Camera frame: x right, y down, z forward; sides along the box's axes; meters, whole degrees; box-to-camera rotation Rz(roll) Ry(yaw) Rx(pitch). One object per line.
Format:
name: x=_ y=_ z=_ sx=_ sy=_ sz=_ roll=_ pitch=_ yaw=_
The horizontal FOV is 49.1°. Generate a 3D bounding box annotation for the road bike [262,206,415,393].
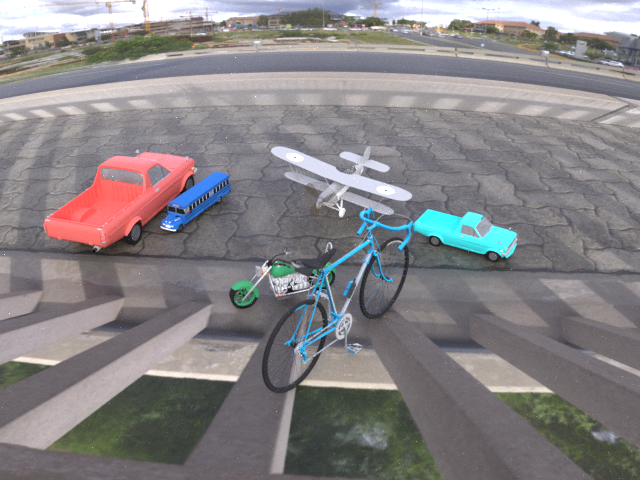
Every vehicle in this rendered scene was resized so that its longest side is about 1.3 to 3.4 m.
road bike: x=0.299 y=0.657 z=8.607 sx=0.696 sy=1.656 sz=3.004 roll=21 pitch=36 yaw=33

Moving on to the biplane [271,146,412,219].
biplane: x=0.477 y=-1.043 z=12.274 sx=2.598 sy=0.981 sz=2.120 roll=14 pitch=33 yaw=23

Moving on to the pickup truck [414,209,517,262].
pickup truck: x=2.321 y=-0.149 z=11.179 sx=1.603 sy=0.511 sz=0.640 roll=16 pitch=33 yaw=26

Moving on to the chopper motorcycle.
chopper motorcycle: x=-0.508 y=0.493 z=9.799 sx=1.563 sy=0.761 sz=0.466 roll=-11 pitch=31 yaw=-18

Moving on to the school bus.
school bus: x=-2.153 y=-0.668 z=12.168 sx=0.365 sy=0.434 sz=1.708 roll=13 pitch=32 yaw=22

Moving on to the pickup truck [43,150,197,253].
pickup truck: x=-3.269 y=-0.817 z=11.865 sx=1.244 sy=0.993 sz=3.117 roll=9 pitch=31 yaw=16
